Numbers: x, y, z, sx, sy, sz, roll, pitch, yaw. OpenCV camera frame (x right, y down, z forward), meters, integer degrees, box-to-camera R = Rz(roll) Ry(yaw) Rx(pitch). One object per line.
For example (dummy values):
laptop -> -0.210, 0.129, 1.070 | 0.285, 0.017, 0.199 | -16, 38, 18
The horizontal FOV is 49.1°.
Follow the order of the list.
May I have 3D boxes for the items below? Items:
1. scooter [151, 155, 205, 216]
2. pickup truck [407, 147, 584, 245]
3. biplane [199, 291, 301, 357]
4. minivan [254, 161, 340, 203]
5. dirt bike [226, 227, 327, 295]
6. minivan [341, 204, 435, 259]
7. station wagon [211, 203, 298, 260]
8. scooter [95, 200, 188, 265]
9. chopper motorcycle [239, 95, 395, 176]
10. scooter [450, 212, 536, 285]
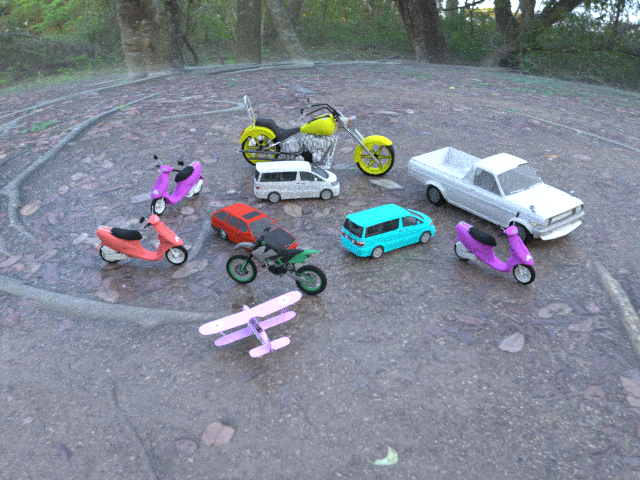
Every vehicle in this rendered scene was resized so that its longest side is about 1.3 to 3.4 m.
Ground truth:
scooter -> -2.509, -1.054, 12.268 | 0.662, 0.919, 1.399 | 15, 31, 26
pickup truck -> 2.922, -0.938, 11.969 | 1.244, 0.993, 3.117 | -19, 33, -32
biplane -> -0.791, 1.096, 8.636 | 1.336, 0.504, 1.090 | -12, 30, -21
minivan -> -0.419, -1.086, 12.654 | 1.548, 0.616, 0.681 | -3, 28, -6
dirt bike -> -0.623, 0.320, 9.730 | 1.493, 0.857, 0.527 | 8, 29, 14
minivan -> 1.096, -0.203, 10.981 | 1.548, 0.616, 0.681 | -16, 32, -28
station wagon -> -1.050, -0.176, 11.080 | 0.682, 0.473, 1.597 | -25, 36, -38
scooter -> -2.669, -0.048, 10.361 | 1.399, 0.919, 0.662 | 1, 28, 3
chopper motorcycle -> -0.070, -1.998, 13.458 | 3.040, 1.480, 0.906 | 3, 28, 7
scooter -> 2.528, 0.051, 10.174 | 1.399, 0.919, 0.662 | 24, 36, 37
